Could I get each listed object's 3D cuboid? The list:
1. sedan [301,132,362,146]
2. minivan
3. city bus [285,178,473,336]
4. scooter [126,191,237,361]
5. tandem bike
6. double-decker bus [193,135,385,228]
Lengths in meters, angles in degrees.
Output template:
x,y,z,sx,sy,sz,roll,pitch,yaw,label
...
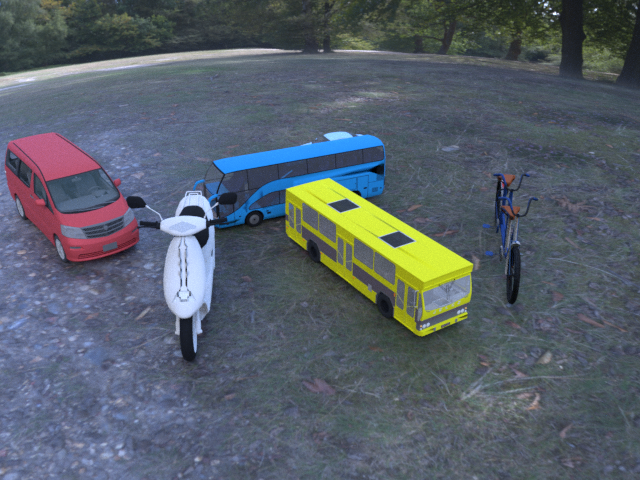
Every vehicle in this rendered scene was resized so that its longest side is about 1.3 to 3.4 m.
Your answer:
x,y,z,sx,sy,sz,roll,pitch,yaw,label
0.251,-1.856,13.935,1.613,0.483,0.635,-12,30,-21,sedan
-3.979,-0.729,11.054,1.324,1.197,3.011,-20,34,-33,minivan
0.673,0.150,9.720,0.926,0.894,3.255,-17,32,-29,city bus
-1.643,0.109,8.847,1.288,1.786,2.721,-3,28,-5,scooter
2.737,-0.332,10.169,0.550,1.326,3.192,4,28,8,tandem bike
-0.436,-0.984,11.688,3.251,1.052,0.756,-13,31,-23,double-decker bus
